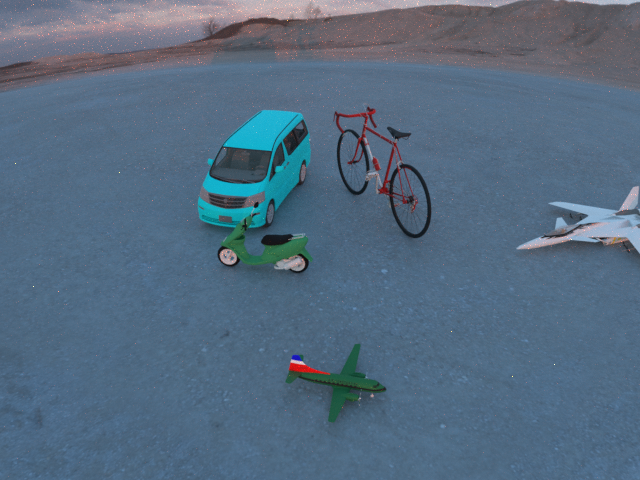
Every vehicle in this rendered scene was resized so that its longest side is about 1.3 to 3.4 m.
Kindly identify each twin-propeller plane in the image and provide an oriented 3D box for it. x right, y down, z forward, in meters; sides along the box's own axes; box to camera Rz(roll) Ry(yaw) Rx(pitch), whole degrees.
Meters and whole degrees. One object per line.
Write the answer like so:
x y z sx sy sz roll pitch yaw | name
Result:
0.185 1.480 7.593 1.095 0.407 1.370 7 28 13 | twin-propeller plane

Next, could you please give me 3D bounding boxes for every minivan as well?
-1.069 -1.268 12.042 1.324 1.197 3.011 7 28 14 | minivan

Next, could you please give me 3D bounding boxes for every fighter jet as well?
4.143 -0.244 10.761 2.640 0.557 2.229 -10 29 -19 | fighter jet

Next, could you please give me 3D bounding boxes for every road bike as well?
0.975 -1.198 11.407 0.696 1.656 3.004 -13 30 -23 | road bike

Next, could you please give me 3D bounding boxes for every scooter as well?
-0.793 0.014 9.868 1.399 0.919 0.662 5 28 9 | scooter
